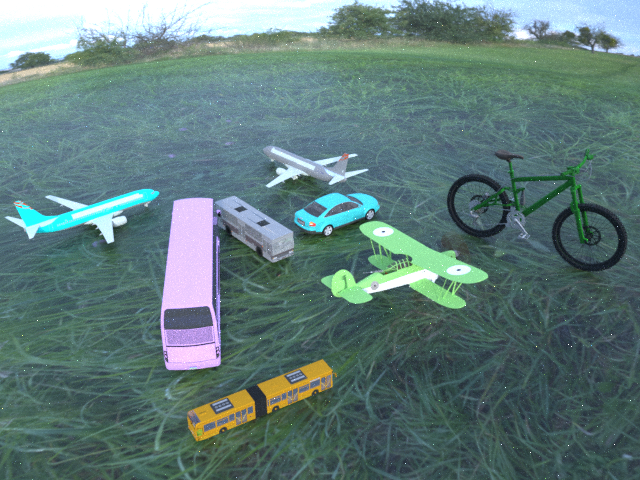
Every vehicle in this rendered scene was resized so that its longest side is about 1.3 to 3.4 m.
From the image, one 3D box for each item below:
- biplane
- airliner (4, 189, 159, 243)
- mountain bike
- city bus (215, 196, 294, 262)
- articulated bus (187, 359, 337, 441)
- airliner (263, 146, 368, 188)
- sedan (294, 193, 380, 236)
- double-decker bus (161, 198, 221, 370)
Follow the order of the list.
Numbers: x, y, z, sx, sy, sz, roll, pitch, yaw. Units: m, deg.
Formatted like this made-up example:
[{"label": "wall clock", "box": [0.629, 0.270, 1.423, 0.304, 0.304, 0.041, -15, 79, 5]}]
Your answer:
[{"label": "biplane", "box": [1.062, 0.443, 9.638, 2.120, 0.981, 2.598, -15, 33, -25]}, {"label": "airliner", "box": [-3.810, -0.625, 11.679, 2.541, 0.835, 2.257, -25, 38, -37]}, {"label": "mountain bike", "box": [3.260, -0.548, 10.675, 2.857, 1.688, 1.114, 20, 35, 31]}, {"label": "city bus", "box": [-1.085, -0.178, 11.268, 0.476, 0.460, 1.674, -22, 36, -33]}, {"label": "articulated bus", "box": [-0.634, 1.799, 7.942, 1.749, 0.289, 0.311, -17, 33, -27]}, {"label": "airliner", "box": [-0.309, -1.601, 13.406, 2.257, 0.835, 2.541, -24, 37, -36]}, {"label": "sedan", "box": [0.311, -0.522, 11.853, 1.613, 0.483, 0.635, -21, 35, -32]}, {"label": "double-decker bus", "box": [-1.722, 0.435, 9.582, 0.756, 1.052, 3.251, -4, 30, -6]}]
